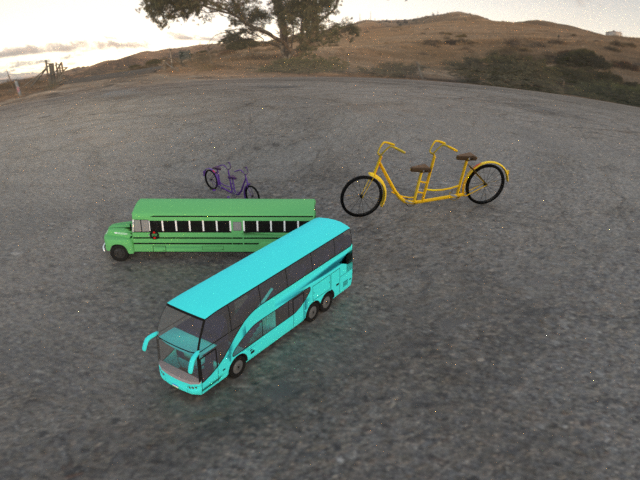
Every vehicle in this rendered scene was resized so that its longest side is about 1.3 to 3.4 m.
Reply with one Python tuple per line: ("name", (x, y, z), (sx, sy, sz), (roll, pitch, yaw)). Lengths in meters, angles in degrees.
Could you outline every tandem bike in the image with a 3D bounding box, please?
("tandem bike", (-1.662, -1.107, 12.978), (1.642, 0.682, 0.283), (23, 34, 39))
("tandem bike", (1.891, -1.126, 12.278), (3.192, 1.326, 0.550), (-7, 27, -13))

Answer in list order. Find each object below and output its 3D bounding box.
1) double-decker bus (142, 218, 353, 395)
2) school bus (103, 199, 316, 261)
("double-decker bus", (-0.717, 0.741, 8.729), (0.756, 1.052, 3.251), (17, 31, 32))
("school bus", (-1.703, -0.183, 10.879), (3.322, 0.844, 0.709), (0, 26, 0))
